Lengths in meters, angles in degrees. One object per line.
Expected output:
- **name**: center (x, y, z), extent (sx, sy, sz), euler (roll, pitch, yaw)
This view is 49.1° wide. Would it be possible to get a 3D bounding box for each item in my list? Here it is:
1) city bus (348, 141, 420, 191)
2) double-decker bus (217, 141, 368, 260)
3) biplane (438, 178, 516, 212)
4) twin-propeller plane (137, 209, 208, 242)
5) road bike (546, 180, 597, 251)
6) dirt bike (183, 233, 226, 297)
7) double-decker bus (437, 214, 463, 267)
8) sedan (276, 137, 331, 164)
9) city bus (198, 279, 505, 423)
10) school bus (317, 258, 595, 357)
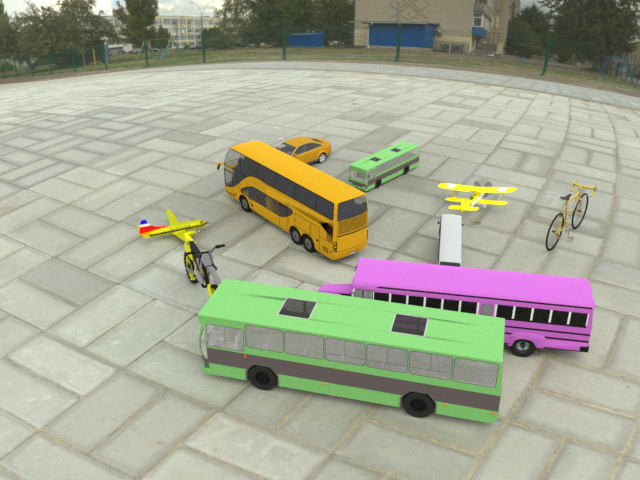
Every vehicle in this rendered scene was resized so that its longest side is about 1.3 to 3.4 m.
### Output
- **city bus**: center (1.208, -1.369, 13.018), extent (0.476, 0.460, 1.674), euler (22, 35, 36)
- **double-decker bus**: center (-0.503, -0.727, 11.171), extent (0.756, 1.052, 3.251), euler (-20, 34, -33)
- **biplane**: center (2.532, -0.686, 11.679), extent (1.336, 0.504, 1.090), euler (16, 32, 27)
- **twin-propeller plane**: center (-2.275, -0.221, 10.902), extent (1.095, 0.407, 1.370), euler (-13, 31, -23)
- **road bike**: center (3.835, -0.401, 10.768), extent (0.358, 0.852, 1.545), euler (22, 35, 35)
- **dirt bike**: center (-1.536, 0.413, 9.221), extent (0.527, 0.857, 1.493), euler (-14, 31, -24)
- **double-decker bus**: center (1.863, 0.146, 10.065), extent (0.389, 0.541, 1.672), euler (5, 28, 9)
- **sedan**: center (-0.486, -1.690, 13.602), extent (1.613, 0.483, 0.635), euler (-23, 35, -36)
- **city bus**: center (0.334, 1.205, 7.681), extent (3.255, 0.894, 0.926), euler (7, 29, 13)
- **school bus**: center (1.535, 0.782, 8.536), extent (3.322, 0.844, 0.709), euler (5, 28, 10)
